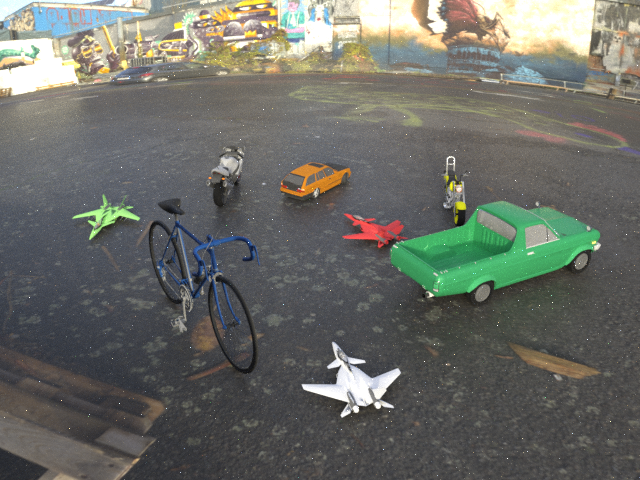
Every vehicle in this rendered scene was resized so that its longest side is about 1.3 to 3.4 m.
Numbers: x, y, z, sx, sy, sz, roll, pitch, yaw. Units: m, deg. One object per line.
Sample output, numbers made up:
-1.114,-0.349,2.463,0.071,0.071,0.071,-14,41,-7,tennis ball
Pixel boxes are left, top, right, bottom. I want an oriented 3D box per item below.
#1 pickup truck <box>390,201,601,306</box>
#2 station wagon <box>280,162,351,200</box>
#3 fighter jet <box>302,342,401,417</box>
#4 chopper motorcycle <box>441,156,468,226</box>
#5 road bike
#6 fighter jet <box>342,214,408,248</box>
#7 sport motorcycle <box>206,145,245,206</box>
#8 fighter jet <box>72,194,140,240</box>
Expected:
2.556,0.062,10.019,3.117,0.993,1.244,-14,29,-26,pickup truck
-0.050,-1.202,13.196,0.682,0.473,1.597,18,31,33,station wagon
0.334,1.458,7.966,1.147,0.286,1.358,-7,27,-14,fighter jet
2.350,-0.862,12.173,0.466,0.761,1.563,0,26,1,chopper motorcycle
-1.523,0.411,8.549,0.696,1.656,3.004,-17,31,-30,road bike
0.794,-0.282,11.528,1.147,0.286,1.358,-16,30,-30,fighter jet
-1.692,-1.203,12.802,0.506,0.821,1.520,4,26,8,sport motorcycle
-3.630,-0.384,11.735,1.147,0.286,1.358,2,26,3,fighter jet
